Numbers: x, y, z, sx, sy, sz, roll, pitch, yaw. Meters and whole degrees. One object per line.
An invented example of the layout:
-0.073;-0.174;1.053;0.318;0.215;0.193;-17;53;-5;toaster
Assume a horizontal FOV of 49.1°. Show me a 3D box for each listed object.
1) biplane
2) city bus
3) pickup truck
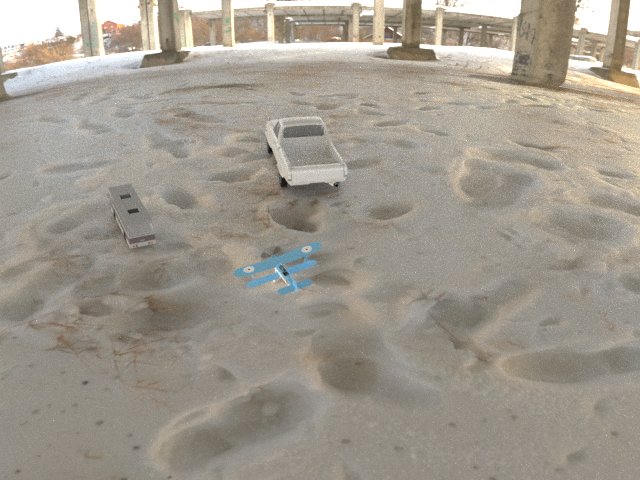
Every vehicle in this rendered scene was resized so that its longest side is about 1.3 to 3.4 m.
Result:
-0.531;0.471;9.918;1.336;0.504;1.090;-11;30;-20;biplane
-3.138;-0.398;11.621;0.476;0.460;1.674;-12;30;-22;city bus
-0.337;-1.865;13.841;1.244;0.993;3.117;-5;28;-10;pickup truck
